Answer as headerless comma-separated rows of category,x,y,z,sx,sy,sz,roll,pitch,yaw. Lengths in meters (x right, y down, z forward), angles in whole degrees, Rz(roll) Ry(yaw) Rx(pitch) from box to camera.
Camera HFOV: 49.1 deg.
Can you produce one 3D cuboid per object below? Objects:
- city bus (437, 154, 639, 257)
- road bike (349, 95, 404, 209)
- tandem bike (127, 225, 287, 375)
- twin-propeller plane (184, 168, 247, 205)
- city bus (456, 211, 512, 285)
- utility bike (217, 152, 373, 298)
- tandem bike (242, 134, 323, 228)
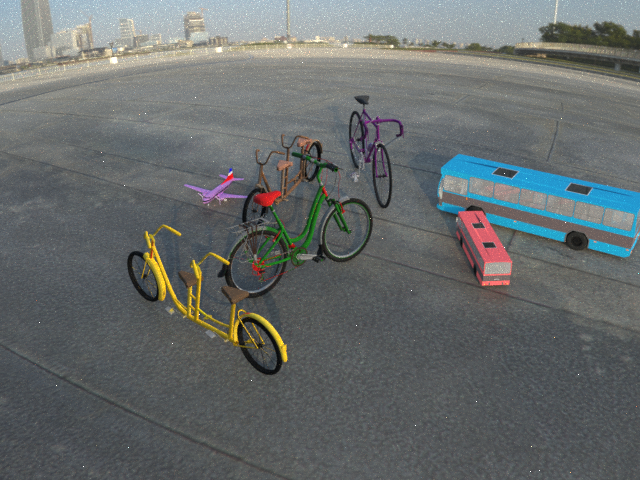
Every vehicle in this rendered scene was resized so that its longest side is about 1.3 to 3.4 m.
city bus,3.630,-0.591,11.740,3.255,0.894,0.926,17,33,28
road bike,0.917,-1.788,13.131,0.696,1.656,3.004,-6,29,-10
tandem bike,-1.577,0.672,8.988,3.192,1.326,0.550,24,37,36
twin-propeller plane,-1.871,-0.972,12.942,1.370,0.407,1.095,12,31,20
city bus,2.520,0.122,10.892,0.476,0.460,1.674,-2,29,-3
utility bike,-0.350,-0.280,10.191,2.791,1.839,1.039,-20,35,-32
tandem bike,-0.604,-1.248,12.489,0.550,1.326,3.192,12,31,20
